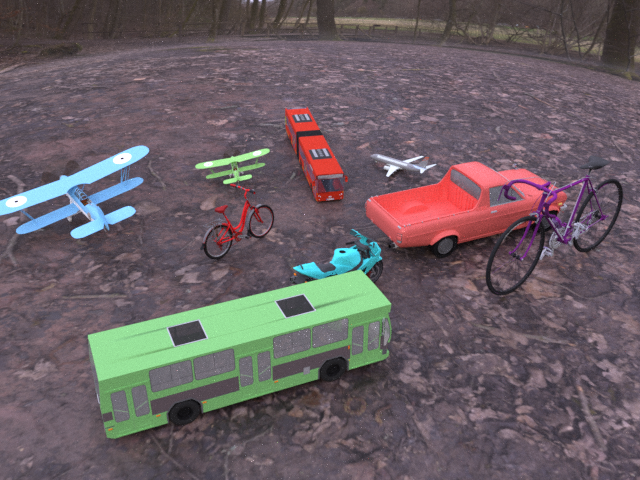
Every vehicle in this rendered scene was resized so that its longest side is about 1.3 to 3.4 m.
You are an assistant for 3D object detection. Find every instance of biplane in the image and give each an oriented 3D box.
[{"bbox_3d":[-1.526,-1.249,12.430,1.336,0.504,1.090,-6,31,-10],"label":"biplane"},{"bbox_3d":[-3.687,-0.576,10.810,2.598,0.981,2.120,-20,36,-30],"label":"biplane"}]

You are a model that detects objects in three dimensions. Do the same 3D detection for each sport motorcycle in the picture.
[{"bbox_3d":[0.269,0.426,9.258,1.520,0.821,0.506,-22,37,-32],"label":"sport motorcycle"}]

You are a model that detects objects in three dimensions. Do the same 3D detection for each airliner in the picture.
[{"bbox_3d":[1.461,-1.492,12.920,1.307,0.429,1.161,23,37,34],"label":"airliner"}]

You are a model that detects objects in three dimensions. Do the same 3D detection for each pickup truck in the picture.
[{"bbox_3d":[2.288,-0.585,10.813,3.117,0.993,1.244,-13,33,-20],"label":"pickup truck"}]

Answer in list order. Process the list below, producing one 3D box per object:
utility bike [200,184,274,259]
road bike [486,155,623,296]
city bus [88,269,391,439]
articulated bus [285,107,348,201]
[{"bbox_3d":[-1.255,-0.315,10.398,0.535,0.946,1.435,26,39,36],"label":"utility bike"},{"bbox_3d":[3.333,-0.280,9.636,3.004,1.656,0.697,-21,36,-31],"label":"road bike"},{"bbox_3d":[-0.823,1.236,7.801,3.255,0.894,0.926,-12,33,-20],"label":"city bus"},{"bbox_3d":[-0.159,-1.691,13.129,0.605,0.561,3.401,-6,31,-10],"label":"articulated bus"}]
